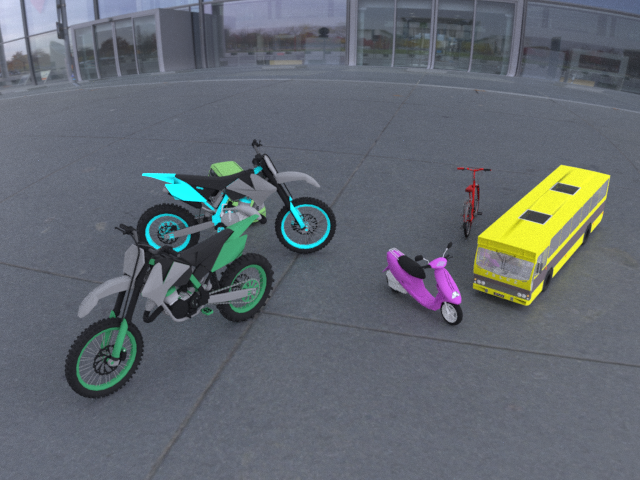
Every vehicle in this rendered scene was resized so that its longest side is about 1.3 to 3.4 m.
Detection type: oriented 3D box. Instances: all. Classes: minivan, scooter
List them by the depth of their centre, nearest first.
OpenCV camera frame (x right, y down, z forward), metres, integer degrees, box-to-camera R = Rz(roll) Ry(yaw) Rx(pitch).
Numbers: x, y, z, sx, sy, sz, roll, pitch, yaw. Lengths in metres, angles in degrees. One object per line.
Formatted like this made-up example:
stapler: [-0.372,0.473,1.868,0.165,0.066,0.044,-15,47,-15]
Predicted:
scooter: [1.323,0.460,9.016,0.662,0.919,1.399,-20,33,-33]
minivan: [-1.420,-0.804,11.823,0.681,0.616,1.548,-12,29,-21]

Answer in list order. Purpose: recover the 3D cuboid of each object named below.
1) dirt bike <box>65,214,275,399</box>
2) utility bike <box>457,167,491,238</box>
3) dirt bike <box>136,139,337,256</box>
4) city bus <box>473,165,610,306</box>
dirt bike: [-1.597,0.598,7.925,1.024,1.666,2.903,23,35,37]
utility bike: [2.390,-0.665,11.188,0.535,0.946,1.435,9,29,18]
dirt bike: [-1.204,-0.497,10.067,2.903,1.666,1.024,-2,27,-5]
city bus: [3.298,-0.140,10.217,0.926,0.894,3.255,18,32,31]
